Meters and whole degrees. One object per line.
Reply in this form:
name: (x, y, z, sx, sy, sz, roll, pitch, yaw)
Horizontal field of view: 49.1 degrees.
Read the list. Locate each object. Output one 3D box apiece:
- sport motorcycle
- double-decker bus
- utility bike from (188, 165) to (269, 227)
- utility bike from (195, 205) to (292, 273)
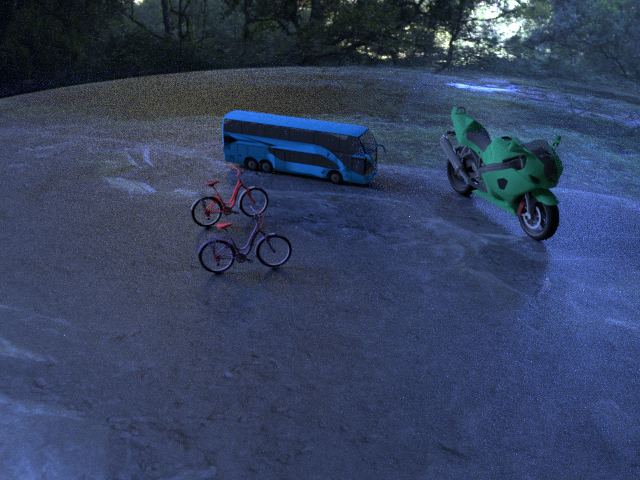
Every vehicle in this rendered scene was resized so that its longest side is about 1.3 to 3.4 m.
sport motorcycle: (3.052, -1.178, 11.865, 0.983, 1.596, 2.955, -12, 29, -21)
double-decker bus: (-0.368, -1.815, 13.706, 3.251, 1.052, 0.756, 11, 29, 20)
utility bike: (-1.555, -0.756, 11.755, 1.435, 0.946, 0.535, -13, 30, -24)
utility bike: (-1.134, -0.003, 10.286, 1.435, 0.946, 0.535, -5, 28, -10)
